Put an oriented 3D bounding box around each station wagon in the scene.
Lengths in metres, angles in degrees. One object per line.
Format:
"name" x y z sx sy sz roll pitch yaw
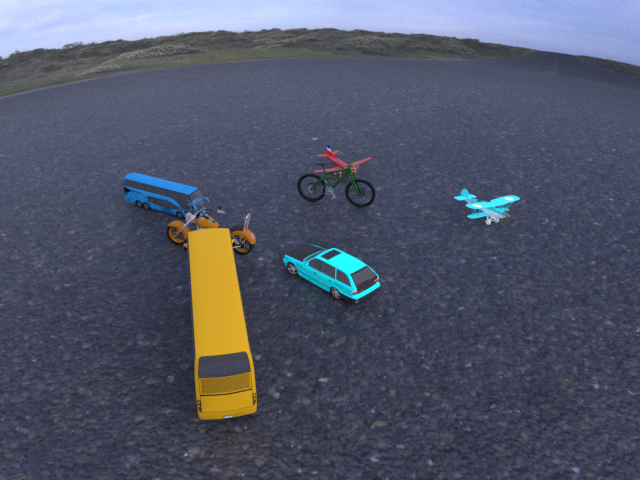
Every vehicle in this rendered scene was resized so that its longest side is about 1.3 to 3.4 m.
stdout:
"station wagon" 0.139 0.403 10.477 0.682 0.473 1.597 -26 38 -38

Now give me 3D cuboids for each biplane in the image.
"biplane" 2.883 -0.593 12.229 1.336 0.504 1.090 -21 36 -33

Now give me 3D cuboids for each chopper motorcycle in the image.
"chopper motorcycle" -1.765 -0.182 11.230 1.563 0.761 0.466 10 31 17

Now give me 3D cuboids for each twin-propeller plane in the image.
"twin-propeller plane" 0.411 -1.579 14.094 1.370 0.407 1.095 -16 33 -27

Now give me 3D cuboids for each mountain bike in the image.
"mountain bike" 0.287 -1.035 12.647 1.469 0.868 0.573 8 30 14

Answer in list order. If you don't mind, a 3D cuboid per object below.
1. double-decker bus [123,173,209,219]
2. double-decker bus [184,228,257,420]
"double-decker bus" -2.774 -0.777 12.521 1.672 0.541 0.389 14 32 24
"double-decker bus" -1.329 0.889 9.012 0.756 1.052 3.251 -5 30 -10
